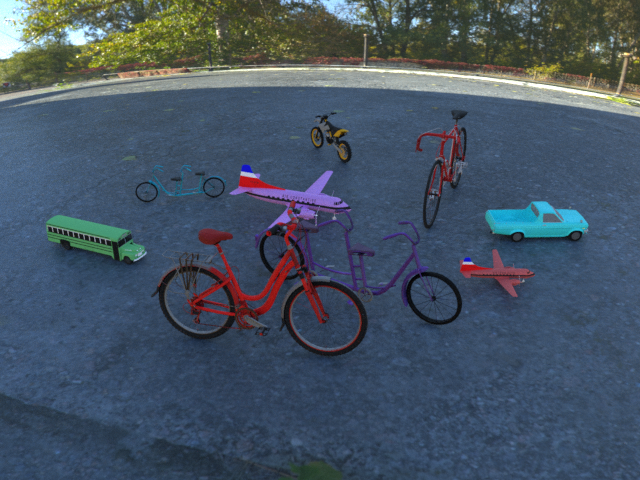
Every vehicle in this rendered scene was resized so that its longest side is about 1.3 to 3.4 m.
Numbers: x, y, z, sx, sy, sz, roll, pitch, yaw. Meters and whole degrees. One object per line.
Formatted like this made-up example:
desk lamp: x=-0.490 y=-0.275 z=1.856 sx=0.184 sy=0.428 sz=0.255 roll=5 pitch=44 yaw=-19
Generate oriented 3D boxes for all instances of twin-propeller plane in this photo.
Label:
twin-propeller plane: x=-0.462 y=-0.818 z=12.147 sx=2.129 sy=0.792 sz=2.663 roll=10 pitch=29 yaw=19
twin-propeller plane: x=2.577 y=0.434 z=10.137 sx=1.095 sy=0.407 sz=1.370 roll=0 pitch=27 yaw=1

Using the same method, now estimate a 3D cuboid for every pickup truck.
pickup truck: x=3.558 y=-0.329 z=11.504 sx=1.603 sy=0.511 sz=0.640 roll=-1 pitch=27 yaw=-2

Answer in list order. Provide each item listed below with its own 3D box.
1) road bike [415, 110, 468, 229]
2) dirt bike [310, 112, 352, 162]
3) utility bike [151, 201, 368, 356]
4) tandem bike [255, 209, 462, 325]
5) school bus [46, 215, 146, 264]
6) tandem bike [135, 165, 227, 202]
road bike: x=2.241 y=-1.367 z=12.270 sx=0.696 sy=1.656 sz=3.004 roll=11 pitch=29 yaw=20
dirt bike: x=0.213 y=-2.199 z=14.757 sx=0.527 sy=0.857 sz=1.493 roll=-17 pitch=32 yaw=-29
utility bike: x=-0.763 y=0.456 z=8.530 sx=2.791 sy=1.839 sz=1.039 roll=6 pitch=28 yaw=12
tandem bike: x=0.430 y=0.242 z=9.506 sx=3.192 sy=1.326 sz=0.550 roll=15 pitch=31 yaw=27
school bus: x=-3.510 y=-0.017 z=10.982 sx=1.708 sy=0.434 sz=0.365 roll=12 pitch=29 yaw=21
tandem bike: x=-2.524 y=-1.041 z=12.701 sx=1.642 sy=0.682 sz=0.283 roll=-5 pitch=28 yaw=-10
